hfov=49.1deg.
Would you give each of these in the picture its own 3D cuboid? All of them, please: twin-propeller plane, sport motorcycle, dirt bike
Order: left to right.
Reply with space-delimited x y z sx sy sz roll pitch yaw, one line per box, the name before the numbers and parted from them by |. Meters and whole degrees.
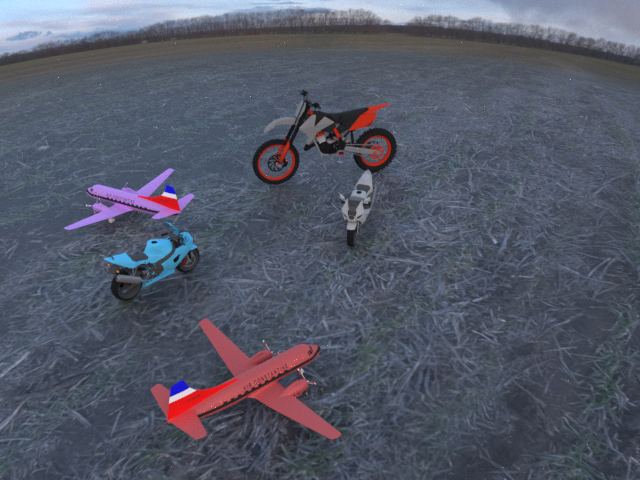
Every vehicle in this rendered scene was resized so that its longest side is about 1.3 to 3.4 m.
twin-propeller plane | -3.253 -0.759 12.060 2.129 0.792 2.663 15 33 24
sport motorcycle | -2.399 0.307 10.174 1.520 0.821 0.506 -26 39 -38
twin-propeller plane | -0.812 1.554 8.032 2.129 0.792 2.663 -23 37 -34
dirt bike | 0.128 -1.926 13.214 2.903 1.666 1.024 -9 31 -16
sport motorcycle | 0.648 -0.535 11.640 0.506 0.821 1.520 7 31 12
